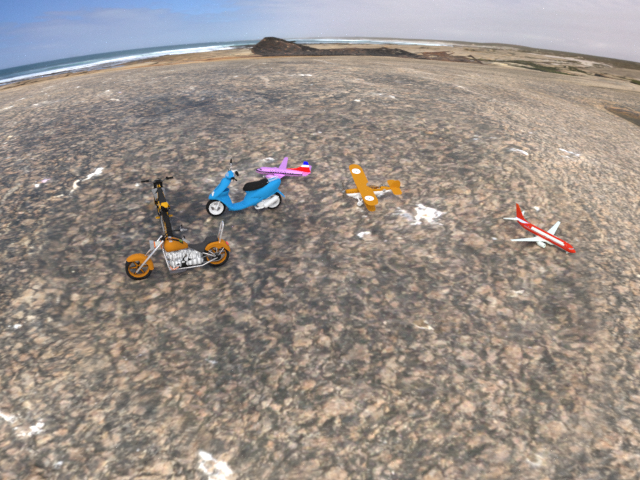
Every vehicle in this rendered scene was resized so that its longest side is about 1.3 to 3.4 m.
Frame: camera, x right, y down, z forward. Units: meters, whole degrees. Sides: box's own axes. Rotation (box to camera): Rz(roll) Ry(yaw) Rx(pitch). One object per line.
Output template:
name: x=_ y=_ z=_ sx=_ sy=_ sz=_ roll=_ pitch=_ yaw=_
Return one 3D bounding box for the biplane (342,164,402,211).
biplane: x=0.924 y=-0.886 z=12.549 sx=1.090 sy=0.504 sz=1.336 roll=-6 pitch=30 yaw=-11

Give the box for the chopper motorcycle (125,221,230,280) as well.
chopper motorcycle: x=-2.116 y=0.154 z=10.409 sx=1.563 sy=0.761 sz=0.466 roll=-8 pitch=30 yaw=-14

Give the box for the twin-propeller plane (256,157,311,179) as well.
twin-propeller plane: x=-0.717 y=-1.361 z=13.506 sx=1.095 sy=0.407 sz=1.370 roll=6 pitch=29 yaw=10

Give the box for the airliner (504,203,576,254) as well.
airliner: x=3.626 y=-0.175 z=11.344 sx=1.161 sy=0.429 sz=1.307 roll=-18 pitch=34 yaw=-29

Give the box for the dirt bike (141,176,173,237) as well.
dirt bike: x=-2.627 y=-0.566 z=11.608 sx=0.527 sy=0.857 sz=1.493 roll=-10 pitch=30 yaw=-17

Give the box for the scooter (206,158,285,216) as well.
scooter: x=-1.301 y=-0.893 z=12.134 sx=1.399 sy=0.919 sz=0.662 roll=-8 pitch=30 yaw=-14
